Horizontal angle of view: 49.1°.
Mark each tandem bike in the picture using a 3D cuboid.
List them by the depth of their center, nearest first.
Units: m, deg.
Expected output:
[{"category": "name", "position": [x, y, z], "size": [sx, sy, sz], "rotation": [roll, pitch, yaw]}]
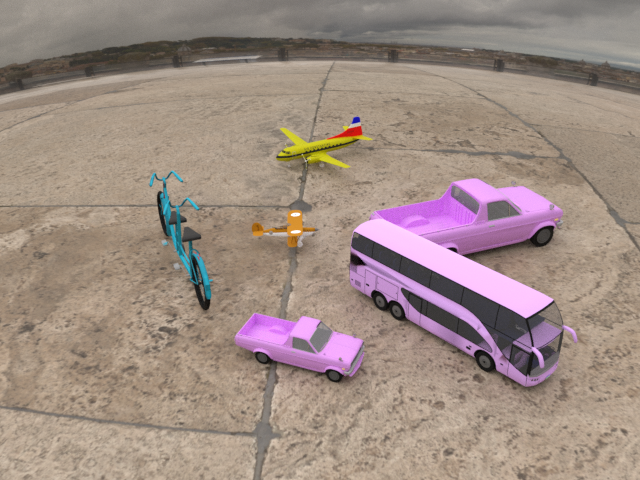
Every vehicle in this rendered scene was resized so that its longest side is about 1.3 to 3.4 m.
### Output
[{"category": "tandem bike", "position": [-2.116, -0.139, 10.535], "size": [0.550, 1.326, 3.192], "rotation": [-12, 31, -20]}]

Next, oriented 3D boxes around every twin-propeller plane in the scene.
[{"category": "twin-propeller plane", "position": [0.014, -2.038, 14.586], "size": [2.129, 0.792, 2.663], "rotation": [-16, 33, -27]}]

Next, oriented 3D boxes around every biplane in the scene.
[{"category": "biplane", "position": [-0.565, -0.153, 11.421], "size": [1.090, 0.504, 1.336], "rotation": [-1, 29, -2]}]

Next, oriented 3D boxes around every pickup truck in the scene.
[{"category": "pickup truck", "position": [-0.255, 1.271, 8.795], "size": [1.603, 0.511, 0.640], "rotation": [11, 30, 19]}, {"category": "pickup truck", "position": [2.388, -0.373, 11.314], "size": [3.117, 0.993, 1.244], "rotation": [-11, 30, -20]}]

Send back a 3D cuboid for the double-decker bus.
[{"category": "double-decker bus", "position": [1.705, 0.755, 9.177], "size": [0.756, 1.052, 3.251], "rotation": [-23, 36, -36]}]
